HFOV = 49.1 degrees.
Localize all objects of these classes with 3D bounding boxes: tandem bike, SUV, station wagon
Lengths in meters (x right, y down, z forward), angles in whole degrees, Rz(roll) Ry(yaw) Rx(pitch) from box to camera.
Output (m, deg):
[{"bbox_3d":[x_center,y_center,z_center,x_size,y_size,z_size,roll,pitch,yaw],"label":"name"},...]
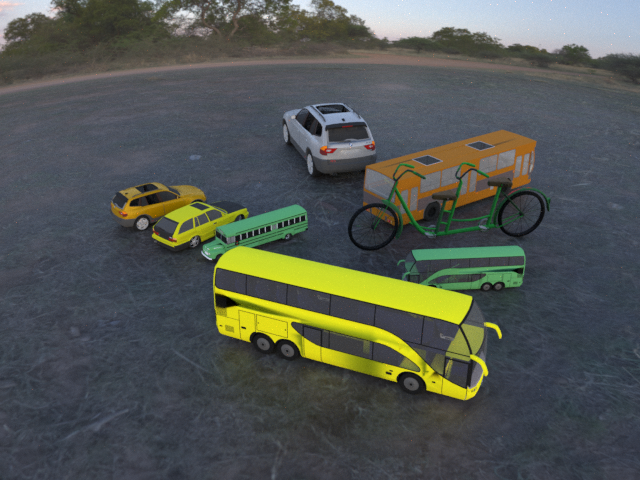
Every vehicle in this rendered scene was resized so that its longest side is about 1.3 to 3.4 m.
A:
[{"bbox_3d":[1.970,-0.535,10.384,3.192,1.326,0.550,-5,27,-10],"label":"tandem bike"},{"bbox_3d":[0.135,-2.160,13.789,1.276,1.128,3.058,-8,28,-15],"label":"SUV"},{"bbox_3d":[-2.619,-0.637,11.405,1.572,0.580,0.656,-19,33,-33],"label":"SUV"},{"bbox_3d":[-1.831,-0.324,10.909,0.682,0.473,1.597,21,34,35],"label":"station wagon"}]

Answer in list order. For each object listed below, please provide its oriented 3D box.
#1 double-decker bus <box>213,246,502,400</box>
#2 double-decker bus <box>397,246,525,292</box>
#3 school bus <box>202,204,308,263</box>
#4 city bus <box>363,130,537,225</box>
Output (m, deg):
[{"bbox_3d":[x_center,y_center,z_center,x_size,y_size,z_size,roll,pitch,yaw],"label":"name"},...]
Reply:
[{"bbox_3d":[0.332,0.903,7.864,3.251,1.052,0.756,11,29,21],"label":"double-decker bus"},{"bbox_3d":[1.900,0.394,9.425,1.672,0.541,0.389,-2,27,-4],"label":"double-decker bus"},{"bbox_3d":[-0.975,-0.109,10.530,1.708,0.434,0.365,-18,32,-31],"label":"school bus"},{"bbox_3d":[2.256,-1.061,11.892,3.255,0.894,0.926,-18,32,-31],"label":"city bus"}]
